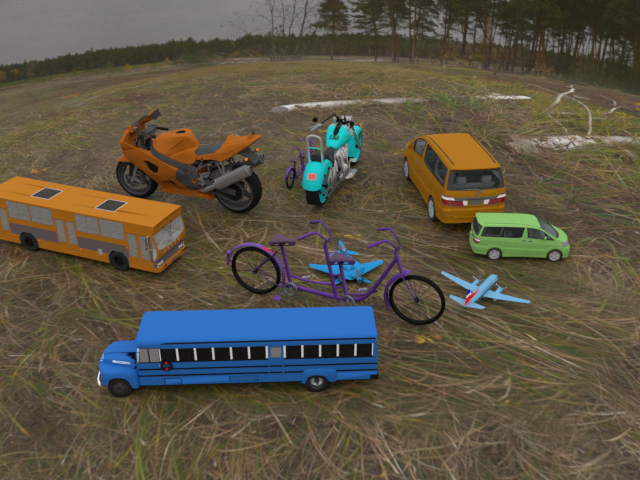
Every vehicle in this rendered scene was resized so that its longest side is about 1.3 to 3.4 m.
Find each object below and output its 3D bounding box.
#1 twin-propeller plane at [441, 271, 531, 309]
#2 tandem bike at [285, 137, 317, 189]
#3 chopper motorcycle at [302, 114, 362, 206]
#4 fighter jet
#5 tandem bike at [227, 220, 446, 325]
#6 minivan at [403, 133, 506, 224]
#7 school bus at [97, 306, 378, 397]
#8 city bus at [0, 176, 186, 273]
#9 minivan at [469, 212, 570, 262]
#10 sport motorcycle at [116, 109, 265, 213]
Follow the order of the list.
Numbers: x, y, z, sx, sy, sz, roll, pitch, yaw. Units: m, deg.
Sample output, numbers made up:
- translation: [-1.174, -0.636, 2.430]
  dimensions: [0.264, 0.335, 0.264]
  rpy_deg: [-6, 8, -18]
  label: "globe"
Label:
- translation: [2.306, 0.681, 9.982]
  dimensions: [1.370, 0.407, 1.095]
  rpy_deg: [19, 34, 31]
  label: "twin-propeller plane"
- translation: [-0.362, -1.569, 13.852]
  dimensions: [0.283, 0.682, 1.642]
  rpy_deg: [10, 30, 18]
  label: "tandem bike"
- translation: [0.311, -1.747, 13.341]
  dimensions: [0.906, 1.480, 3.040]
  rpy_deg: [9, 30, 16]
  label: "chopper motorcycle"
- translation: [0.397, 0.250, 10.906]
  dimensions: [1.147, 0.286, 1.358]
  rpy_deg: [-3, 29, -5]
  label: "fighter jet"
- translation: [0.153, 0.375, 9.582]
  dimensions: [3.192, 1.326, 0.550]
  rpy_deg: [10, 30, 17]
  label: "tandem bike"
- translation: [2.383, -1.320, 12.851]
  dimensions: [1.324, 1.197, 3.011]
  rpy_deg: [-4, 29, -7]
  label: "minivan"
- translation: [-0.981, 1.304, 8.373]
  dimensions: [3.322, 0.844, 0.709]
  rpy_deg: [-1, 28, -2]
  label: "school bus"
- translation: [-3.771, -0.243, 11.178]
  dimensions: [3.255, 0.894, 0.926]
  rpy_deg: [10, 30, 18]
  label: "city bus"
- translation: [3.192, -0.072, 11.155]
  dimensions: [1.548, 0.616, 0.681]
  rpy_deg: [1, 28, 3]
  label: "minivan"
- translation: [-2.380, -1.361, 12.507]
  dimensions: [2.955, 1.596, 0.983]
  rpy_deg: [9, 30, 15]
  label: "sport motorcycle"
